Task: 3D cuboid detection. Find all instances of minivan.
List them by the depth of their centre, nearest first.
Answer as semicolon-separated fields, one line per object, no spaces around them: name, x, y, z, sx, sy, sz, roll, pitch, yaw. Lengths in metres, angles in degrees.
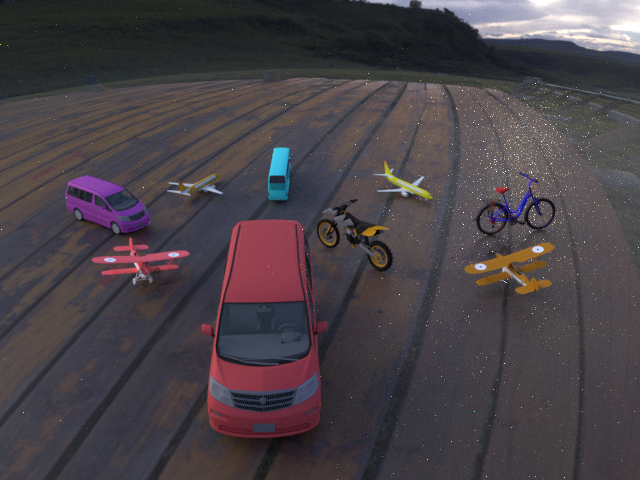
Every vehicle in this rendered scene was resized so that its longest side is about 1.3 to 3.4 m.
minivan;-0.606;0.873;7.993;1.324;1.197;3.011;-1;26;-2
minivan;-3.521;-0.596;11.595;1.548;0.616;0.681;17;31;31

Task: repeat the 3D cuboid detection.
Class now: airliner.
airliner;1.586;-1.070;12.756;1.161;0.429;1.307;-19;32;-33
airliner;-2.203;-1.087;12.791;1.161;0.429;1.307;12;29;23

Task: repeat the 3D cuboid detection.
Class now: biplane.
biplane;2.677;0.447;9.625;1.336;0.504;1.090;-8;27;-15
biplane;-2.545;0.296;9.928;1.336;0.504;1.090;-13;29;-25

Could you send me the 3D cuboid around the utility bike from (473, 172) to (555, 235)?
utility bike;3.114;-0.580;11.193;1.435;0.946;0.535;-6;27;-12

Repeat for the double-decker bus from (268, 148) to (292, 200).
double-decker bus;-0.739;-1.254;13.001;0.389;0.541;1.672;0;26;0

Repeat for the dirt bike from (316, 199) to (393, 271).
dirt bike;0.487;-0.104;10.337;1.493;0.857;0.527;24;35;39
